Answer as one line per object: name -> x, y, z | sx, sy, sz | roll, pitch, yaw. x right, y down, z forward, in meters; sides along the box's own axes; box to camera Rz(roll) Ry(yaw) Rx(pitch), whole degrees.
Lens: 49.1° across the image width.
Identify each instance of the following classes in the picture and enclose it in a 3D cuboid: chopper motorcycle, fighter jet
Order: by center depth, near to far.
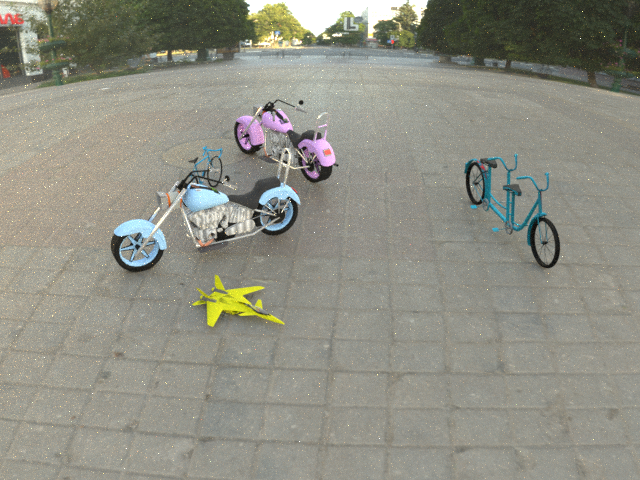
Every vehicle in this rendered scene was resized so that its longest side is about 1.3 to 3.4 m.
fighter jet -> -1.037, 0.858, 9.474 | 1.358, 0.286, 1.147 | 17, 32, 28
chopper motorcycle -> -1.706, -0.483, 10.740 | 3.040, 1.480, 0.906 | -14, 31, -24
chopper motorcycle -> -0.780, -2.124, 13.857 | 0.906, 1.480, 3.040 | -21, 34, -34

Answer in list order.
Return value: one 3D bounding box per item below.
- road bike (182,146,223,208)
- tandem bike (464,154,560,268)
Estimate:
road bike -> -2.144, -1.192, 12.761 | 0.358, 0.852, 1.545 | 9, 29, 17
tandem bike -> 3.070, -0.739, 11.392 | 0.550, 1.326, 3.192 | -7, 29, -13
